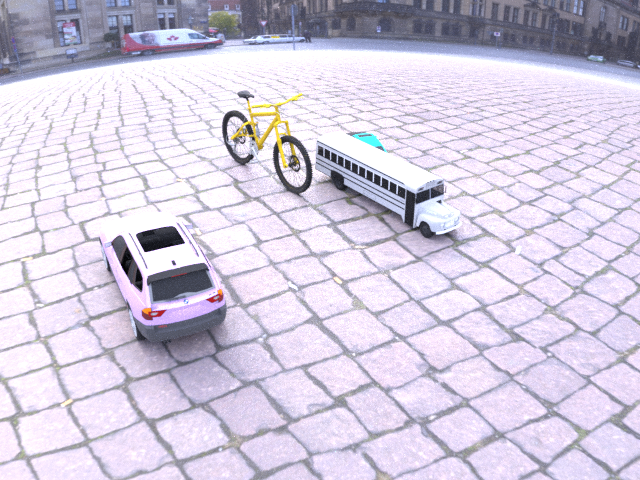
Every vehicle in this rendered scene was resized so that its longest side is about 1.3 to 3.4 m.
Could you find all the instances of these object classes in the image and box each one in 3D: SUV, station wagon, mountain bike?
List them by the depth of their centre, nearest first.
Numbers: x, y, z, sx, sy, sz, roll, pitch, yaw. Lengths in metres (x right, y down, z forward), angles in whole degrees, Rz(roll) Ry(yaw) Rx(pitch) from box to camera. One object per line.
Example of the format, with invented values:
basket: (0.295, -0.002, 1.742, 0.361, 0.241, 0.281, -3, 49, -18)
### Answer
SUV: (-2.291, 0.280, 9.880, 1.276, 1.128, 3.058, -14, 32, -22)
mountain bike: (-1.075, -1.978, 13.280, 1.114, 1.688, 2.857, -22, 36, -33)
station wagon: (0.912, -1.953, 14.464, 0.682, 0.473, 1.597, -7, 30, -13)

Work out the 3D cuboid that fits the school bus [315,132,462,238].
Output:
school bus: (1.161, -1.045, 12.494, 0.709, 0.844, 3.322, -20, 35, -31)
